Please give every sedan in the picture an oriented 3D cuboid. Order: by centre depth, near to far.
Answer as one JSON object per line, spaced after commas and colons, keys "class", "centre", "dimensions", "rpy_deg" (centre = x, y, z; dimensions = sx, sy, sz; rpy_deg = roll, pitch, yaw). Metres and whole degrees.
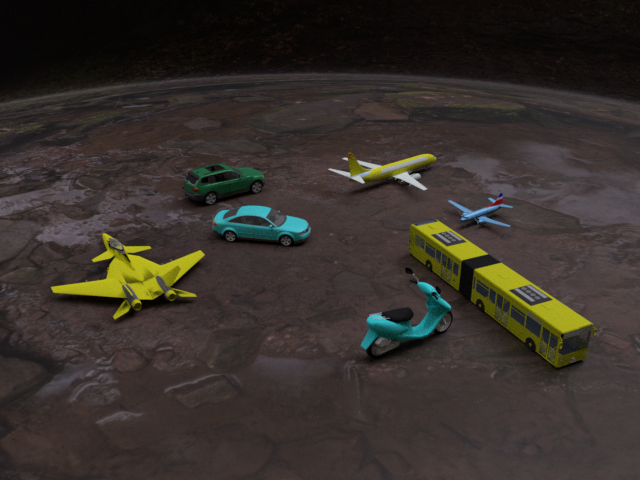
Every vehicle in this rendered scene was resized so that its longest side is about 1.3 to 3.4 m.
{"class": "sedan", "centre": [-0.953, -0.272, 11.450], "dimensions": [1.613, 0.483, 0.635], "rpy_deg": [5, 26, 9]}

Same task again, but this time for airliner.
{"class": "airliner", "centre": [1.431, -1.546, 13.662], "dimensions": [2.541, 0.835, 2.257], "rpy_deg": [-20, 32, -35]}

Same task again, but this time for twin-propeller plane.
{"class": "twin-propeller plane", "centre": [2.789, -0.516, 12.037], "dimensions": [1.095, 0.407, 1.370], "rpy_deg": [-18, 31, -33]}

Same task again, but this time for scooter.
{"class": "scooter", "centre": [1.106, 0.899, 8.551], "dimensions": [1.399, 0.919, 0.662], "rpy_deg": [-15, 30, -28]}

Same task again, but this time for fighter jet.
{"class": "fighter jet", "centre": [-2.858, 0.243, 10.311], "dimensions": [2.229, 0.557, 2.640], "rpy_deg": [-15, 30, -27]}

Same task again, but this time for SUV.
{"class": "SUV", "centre": [-1.783, -1.119, 13.077], "dimensions": [1.572, 0.580, 0.656], "rpy_deg": [-17, 31, -32]}

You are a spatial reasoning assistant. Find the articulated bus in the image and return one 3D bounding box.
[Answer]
{"class": "articulated bus", "centre": [2.303, 0.600, 9.574], "dimensions": [0.605, 0.561, 3.401], "rpy_deg": [-12, 28, -22]}
